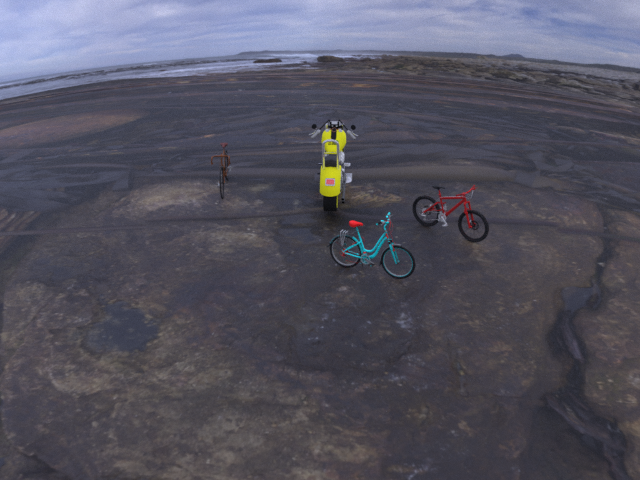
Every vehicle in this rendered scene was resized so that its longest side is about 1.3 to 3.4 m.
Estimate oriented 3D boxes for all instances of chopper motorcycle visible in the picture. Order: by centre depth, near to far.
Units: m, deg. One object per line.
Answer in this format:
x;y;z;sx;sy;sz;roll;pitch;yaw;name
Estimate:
0.262;-1.635;13.268;0.906;1.480;3.040;1;27;3;chopper motorcycle

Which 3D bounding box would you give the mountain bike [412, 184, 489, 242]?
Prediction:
2.171;-0.500;11.692;1.469;0.868;0.573;21;34;36;mountain bike

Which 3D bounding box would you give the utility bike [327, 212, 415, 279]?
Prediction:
0.776;0.041;10.530;1.435;0.946;0.535;12;29;22;utility bike

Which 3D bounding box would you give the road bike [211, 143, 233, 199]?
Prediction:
-1.855;-1.398;13.496;0.358;0.852;1.545;-1;27;-2;road bike
